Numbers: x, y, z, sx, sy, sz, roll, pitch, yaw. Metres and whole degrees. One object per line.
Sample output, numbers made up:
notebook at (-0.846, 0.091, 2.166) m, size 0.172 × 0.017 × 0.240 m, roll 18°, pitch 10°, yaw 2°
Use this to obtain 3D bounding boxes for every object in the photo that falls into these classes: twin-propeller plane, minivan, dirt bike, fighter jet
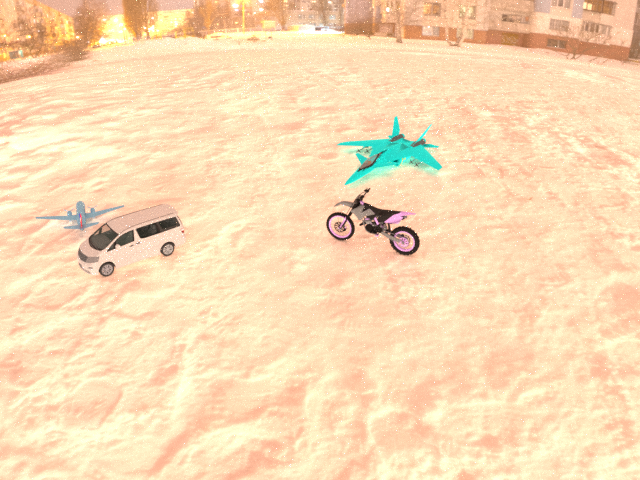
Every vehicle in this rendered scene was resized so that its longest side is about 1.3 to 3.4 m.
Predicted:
twin-propeller plane at (-3.808, -0.435, 11.135) m, size 1.370 × 0.407 × 1.095 m, roll -9°, pitch 30°, yaw -16°
minivan at (-2.754, -0.017, 10.169) m, size 1.548 × 0.616 × 0.681 m, roll -20°, pitch 35°, yaw -32°
dirt bike at (0.772, -0.262, 10.362) m, size 1.493 × 0.857 × 0.527 m, roll 13°, pitch 32°, yaw 22°
fighter jet at (1.173, -1.645, 13.151) m, size 2.229 × 0.557 × 2.640 m, roll 18°, pitch 34°, yaw 29°
